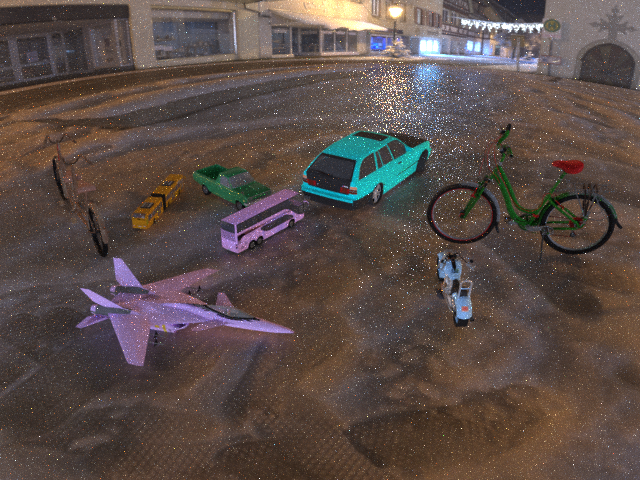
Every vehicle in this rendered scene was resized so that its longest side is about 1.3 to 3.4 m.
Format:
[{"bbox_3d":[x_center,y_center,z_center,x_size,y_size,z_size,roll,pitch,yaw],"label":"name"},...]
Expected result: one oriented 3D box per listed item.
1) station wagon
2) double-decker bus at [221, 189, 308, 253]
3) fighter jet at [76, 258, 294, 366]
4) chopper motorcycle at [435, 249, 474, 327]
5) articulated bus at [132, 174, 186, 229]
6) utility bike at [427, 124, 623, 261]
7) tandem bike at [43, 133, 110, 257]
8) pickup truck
[{"bbox_3d":[0.941,-1.476,12.684,1.327,0.920,3.105,17,32,29],"label":"station wagon"},{"bbox_3d":[-0.851,-0.327,10.895,0.389,0.541,1.672,20,33,33],"label":"double-decker bus"},{"bbox_3d":[-1.588,0.809,8.702,2.640,0.557,2.229,7,28,13],"label":"fighter jet"},{"bbox_3d":[1.730,0.489,9.093,0.466,0.761,1.563,-1,28,-1],"label":"chopper motorcycle"},{"bbox_3d":[-2.708,-0.675,11.832,0.311,0.289,1.749,5,28,9],"label":"articulated bus"},{"bbox_3d":[2.954,-0.605,10.023,2.791,1.839,1.039,5,28,10],"label":"utility bike"},{"bbox_3d":[-3.841,-0.816,10.982,0.550,1.326,3.192,-16,31,-27],"label":"tandem bike"},{"bbox_3d":[-1.539,-0.991,12.198,0.640,0.511,1.603,-24,36,-38],"label":"pickup truck"}]
